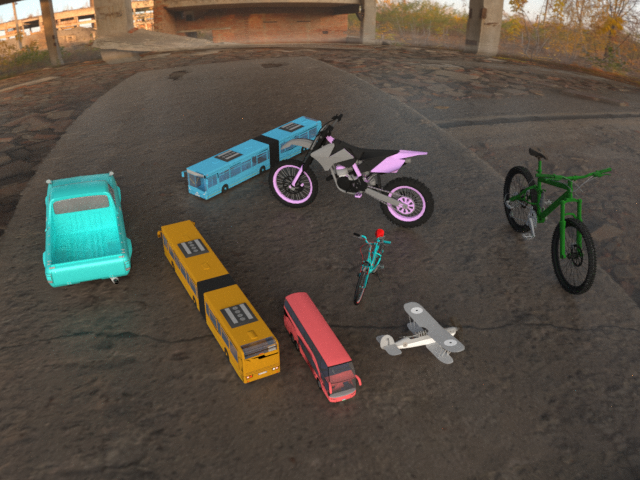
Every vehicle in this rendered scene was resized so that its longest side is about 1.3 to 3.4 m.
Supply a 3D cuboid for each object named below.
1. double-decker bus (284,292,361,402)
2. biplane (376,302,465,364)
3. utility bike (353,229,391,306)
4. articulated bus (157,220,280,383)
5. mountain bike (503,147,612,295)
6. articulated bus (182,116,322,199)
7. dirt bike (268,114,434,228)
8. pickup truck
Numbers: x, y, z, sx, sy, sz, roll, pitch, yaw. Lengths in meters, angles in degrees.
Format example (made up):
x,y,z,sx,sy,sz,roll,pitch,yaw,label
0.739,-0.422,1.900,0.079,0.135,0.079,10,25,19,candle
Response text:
x,y,z,sx,sy,sz,roll,pitch,yaw,label
-0.019,1.298,8.583,0.389,0.541,1.672,-12,33,-19,double-decker bus
1.248,1.219,8.755,1.090,0.504,1.336,-10,32,-17,biplane
0.770,0.268,9.929,0.535,0.946,1.435,10,32,17,utility bike
-1.454,0.701,9.574,0.605,0.561,3.401,-15,34,-23,articulated bus
3.395,-0.471,10.451,1.114,1.688,2.857,-5,31,-9,mountain bike
-1.188,-1.652,13.555,0.605,0.561,3.401,22,37,32,articulated bus
0.473,-1.101,11.538,2.903,1.666,1.024,10,32,17,dirt bike
-3.646,-0.304,10.851,1.244,0.993,3.117,-9,32,-16,pickup truck
